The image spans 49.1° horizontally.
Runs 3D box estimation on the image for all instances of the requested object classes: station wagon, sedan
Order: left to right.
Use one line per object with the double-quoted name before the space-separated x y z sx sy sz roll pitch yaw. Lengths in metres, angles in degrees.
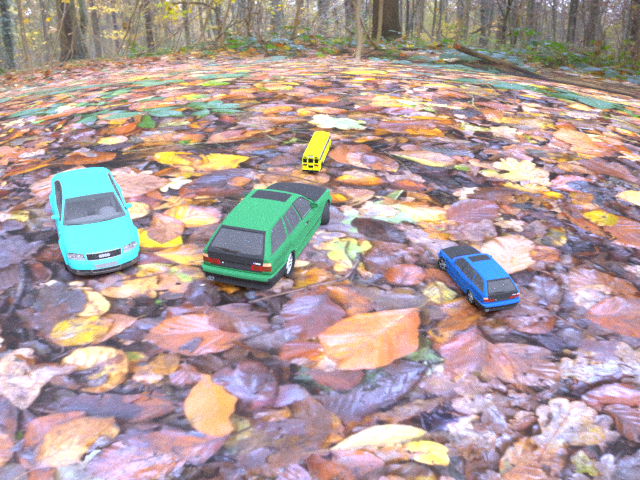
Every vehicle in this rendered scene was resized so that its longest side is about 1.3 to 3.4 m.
"sedan" -3.732 -0.473 11.420 1.235 0.940 3.137 -11 30 -20
"station wagon" -0.736 -0.326 11.165 1.327 0.920 3.105 9 29 16
"station wagon" 2.279 0.447 10.190 0.682 0.473 1.597 -8 29 -14

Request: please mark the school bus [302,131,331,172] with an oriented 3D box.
"school bus" -0.048 -1.864 14.566 0.365 0.434 1.708 4 28 8
